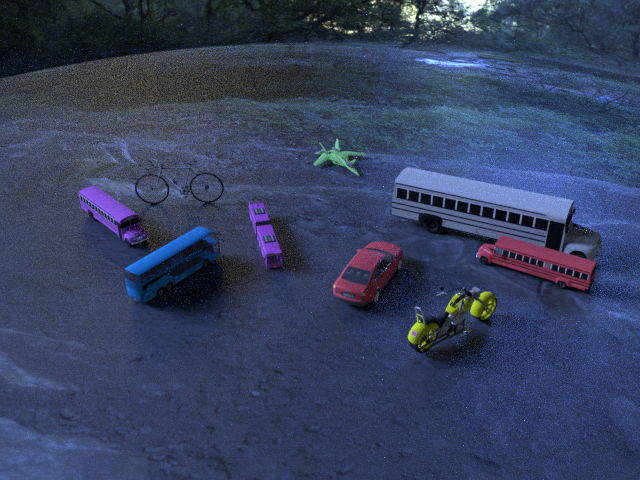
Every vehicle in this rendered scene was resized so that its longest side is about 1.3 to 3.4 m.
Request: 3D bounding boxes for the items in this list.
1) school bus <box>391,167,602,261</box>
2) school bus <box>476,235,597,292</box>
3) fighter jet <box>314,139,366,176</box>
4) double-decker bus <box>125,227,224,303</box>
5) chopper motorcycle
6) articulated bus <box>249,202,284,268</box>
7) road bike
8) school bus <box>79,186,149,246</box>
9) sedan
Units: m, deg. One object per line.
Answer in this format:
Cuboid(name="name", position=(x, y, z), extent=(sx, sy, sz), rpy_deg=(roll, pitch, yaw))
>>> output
Cuboid(name="school bus", position=(2.806, -0.410, 11.209), extent=(3.322, 0.844, 0.709), rpy_deg=(15, 34, 23))
Cuboid(name="school bus", position=(3.179, 0.315, 10.392), extent=(1.708, 0.434, 0.365), rpy_deg=(18, 35, 28))
Cuboid(name="fighter jet", position=(0.450, -1.605, 13.763), extent=(1.147, 0.286, 1.358), rpy_deg=(-14, 34, -22))
Cuboid(name="double-decker bus", position=(-2.113, 0.321, 10.278), extent=(0.389, 0.541, 1.672), rpy_deg=(20, 36, 30))
Cuboid(name="chopper motorcycle", position=(1.755, 0.929, 9.042), extent=(1.563, 0.761, 0.466), rpy_deg=(-22, 37, -32))
Cuboid(name="articulated bus", position=(-0.889, -0.110, 11.248), extent=(0.311, 0.289, 1.749), rpy_deg=(-7, 32, -12))
Cuboid(name="road bike", position=(-2.467, -1.015, 12.218), extent=(1.545, 0.852, 0.358), rpy_deg=(-2, 31, -3))
Cuboid(name="school bus", position=(-3.428, -0.407, 11.606), extent=(0.365, 0.434, 1.708), rpy_deg=(-26, 39, -36))
Cuboid(name="sedan", position=(0.732, 0.401, 10.200), extent=(0.635, 0.483, 1.613), rpy_deg=(14, 34, 23))
